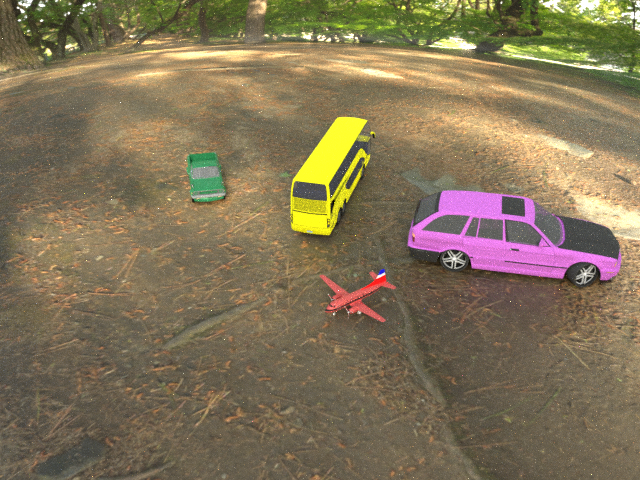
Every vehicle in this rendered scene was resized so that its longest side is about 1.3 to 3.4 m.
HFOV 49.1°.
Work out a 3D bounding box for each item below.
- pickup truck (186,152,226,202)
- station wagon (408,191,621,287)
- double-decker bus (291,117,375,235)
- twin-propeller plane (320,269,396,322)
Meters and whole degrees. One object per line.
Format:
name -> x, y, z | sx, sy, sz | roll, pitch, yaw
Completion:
pickup truck -> -2.099, -1.212, 12.789 | 0.640, 0.511, 1.603 | -6, 31, -11
station wagon -> 2.918, -0.110, 10.541 | 3.105, 0.920, 1.327 | 7, 31, 11
double-decker bus -> 0.268, -1.232, 12.294 | 0.756, 1.052, 3.251 | 8, 32, 13
twin-propeller plane -> 0.504, 0.728, 9.637 | 1.095, 0.407, 1.370 | -21, 37, -31
